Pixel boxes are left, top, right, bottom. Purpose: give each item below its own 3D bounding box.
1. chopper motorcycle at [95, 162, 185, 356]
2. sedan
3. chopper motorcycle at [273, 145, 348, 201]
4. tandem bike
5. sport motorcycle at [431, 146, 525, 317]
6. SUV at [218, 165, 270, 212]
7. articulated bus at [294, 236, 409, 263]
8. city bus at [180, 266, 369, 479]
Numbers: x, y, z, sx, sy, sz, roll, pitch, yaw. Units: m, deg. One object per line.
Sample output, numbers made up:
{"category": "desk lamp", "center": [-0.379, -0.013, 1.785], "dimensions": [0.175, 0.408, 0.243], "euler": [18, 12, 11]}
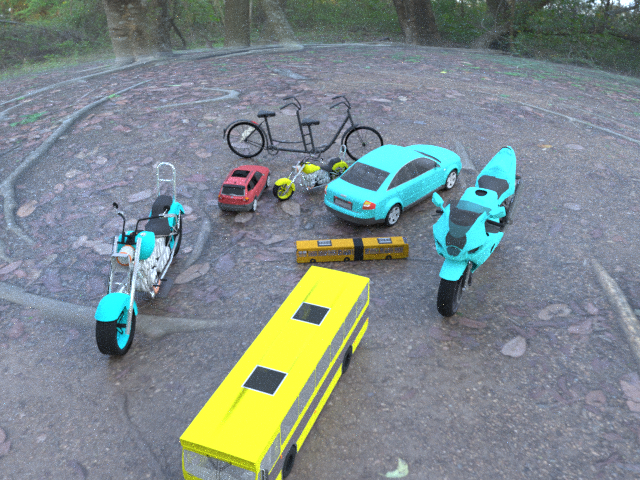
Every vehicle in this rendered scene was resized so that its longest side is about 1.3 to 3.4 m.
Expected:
{"category": "chopper motorcycle", "center": [-2.436, 0.171, 9.568], "dimensions": [0.906, 1.480, 3.040], "euler": [3, 31, 5]}
{"category": "sedan", "center": [1.375, -1.164, 12.367], "dimensions": [1.235, 0.940, 3.137], "euler": [24, 38, 35]}
{"category": "chopper motorcycle", "center": [-0.152, -1.217, 12.633], "dimensions": [1.563, 0.761, 0.466], "euler": [-18, 35, -28]}
{"category": "tandem bike", "center": [-0.344, -2.163, 13.683], "dimensions": [3.192, 1.326, 0.550], "euler": [3, 31, 5]}
{"category": "sport motorcycle", "center": [2.262, -0.177, 10.045], "dimensions": [0.983, 1.596, 2.955], "euler": [14, 33, 23]}
{"category": "SUV", "center": [-1.342, -1.008, 12.456], "dimensions": [0.656, 0.580, 1.572], "euler": [5, 31, 9]}
{"category": "articulated bus", "center": [0.483, 0.147, 10.783], "dimensions": [1.749, 0.289, 0.311], "euler": [-2, 31, -4]}
{"category": "city bus", "center": [-0.339, 1.530, 7.838], "dimensions": [0.926, 0.894, 3.255], "euler": [12, 32, 19]}
